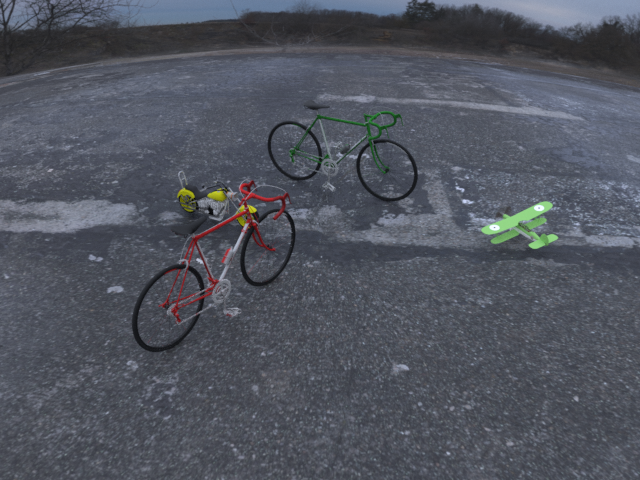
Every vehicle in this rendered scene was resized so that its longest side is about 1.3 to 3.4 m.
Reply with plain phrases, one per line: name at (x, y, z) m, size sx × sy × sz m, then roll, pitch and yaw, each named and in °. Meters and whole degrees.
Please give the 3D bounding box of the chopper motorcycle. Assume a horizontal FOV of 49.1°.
chopper motorcycle at (-1.718, -0.664, 11.659) m, size 1.563 × 0.761 × 0.466 m, roll 14°, pitch 33°, yaw 22°

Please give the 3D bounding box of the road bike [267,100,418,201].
road bike at (0.342, -1.638, 12.441) m, size 3.004 × 1.656 × 0.696 m, roll 15°, pitch 33°, yaw 24°

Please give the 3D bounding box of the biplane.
biplane at (3.204, -0.157, 11.046) m, size 1.336 × 0.504 × 1.090 m, roll -14°, pitch 33°, yaw -23°

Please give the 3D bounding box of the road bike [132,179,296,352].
road bike at (-1.291, 0.266, 9.178) m, size 0.697 × 1.656 × 3.004 m, roll 21°, pitch 36°, yaw 32°
